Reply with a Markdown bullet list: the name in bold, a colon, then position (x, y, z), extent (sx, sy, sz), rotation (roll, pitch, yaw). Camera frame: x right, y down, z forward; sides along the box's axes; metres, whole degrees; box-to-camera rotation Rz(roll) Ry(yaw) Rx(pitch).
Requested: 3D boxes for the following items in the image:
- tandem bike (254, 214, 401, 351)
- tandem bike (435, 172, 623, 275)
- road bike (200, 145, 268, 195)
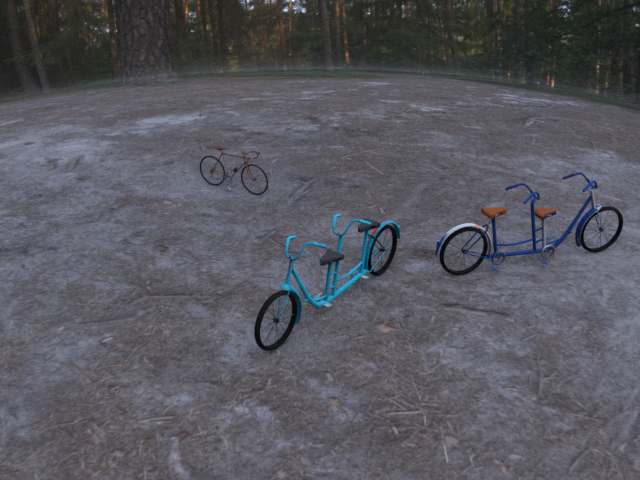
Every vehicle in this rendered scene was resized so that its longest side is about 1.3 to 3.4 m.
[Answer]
- **tandem bike**: position (0.212, 0.308, 9.220), extent (0.550, 1.326, 3.192), rotation (19, 32, 33)
- **tandem bike**: position (3.165, -0.239, 10.310), extent (3.192, 1.326, 0.550), rotation (-8, 28, -16)
- **road bike**: position (-1.622, -1.323, 13.001), extent (1.545, 0.852, 0.358), rotation (14, 30, 25)
